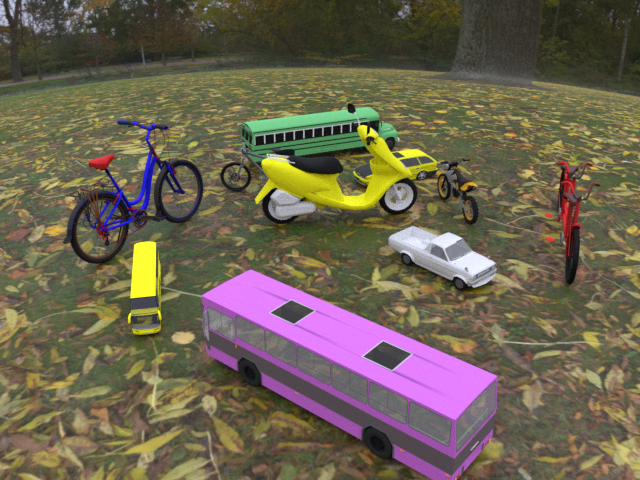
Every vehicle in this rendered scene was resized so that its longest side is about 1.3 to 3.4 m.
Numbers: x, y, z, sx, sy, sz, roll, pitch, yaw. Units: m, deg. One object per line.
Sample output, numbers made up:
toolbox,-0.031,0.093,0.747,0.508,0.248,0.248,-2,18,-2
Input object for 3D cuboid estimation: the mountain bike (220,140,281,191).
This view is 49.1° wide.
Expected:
mountain bike,-1.060,-1.283,12.546,1.469,0.868,0.573,-1,27,-1

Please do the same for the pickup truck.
pickup truck,1.733,0.181,10.022,0.640,0.511,1.603,-22,34,-37

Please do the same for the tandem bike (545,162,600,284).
tandem bike,3.771,-0.537,10.546,0.550,1.326,3.192,7,27,13

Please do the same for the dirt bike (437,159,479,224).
dirt bike,2.306,-0.884,11.763,0.527,0.857,1.493,-7,27,-14

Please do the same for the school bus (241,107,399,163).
school bus,0.070,-2.146,14.295,3.322,0.844,0.709,-11,29,-21

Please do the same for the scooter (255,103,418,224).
scooter,0.299,-1.158,11.271,2.721,1.786,1.288,-5,27,-10

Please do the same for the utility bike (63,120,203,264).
utility bike,-2.843,-0.838,10.574,1.039,1.839,2.791,17,31,30

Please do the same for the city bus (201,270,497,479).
city bus,0.168,1.330,7.302,3.255,0.894,0.926,20,33,35

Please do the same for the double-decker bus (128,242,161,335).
double-decker bus,-2.265,0.616,9.122,0.389,0.541,1.672,-5,27,-10

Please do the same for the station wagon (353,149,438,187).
station wagon,1.414,-1.376,13.173,1.597,0.473,0.682,-11,29,-21
